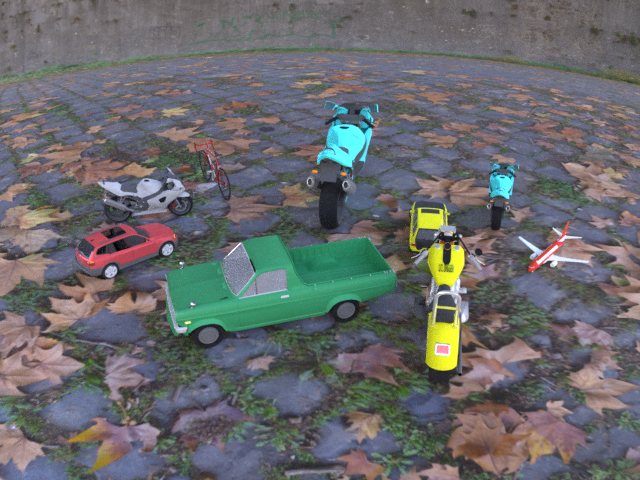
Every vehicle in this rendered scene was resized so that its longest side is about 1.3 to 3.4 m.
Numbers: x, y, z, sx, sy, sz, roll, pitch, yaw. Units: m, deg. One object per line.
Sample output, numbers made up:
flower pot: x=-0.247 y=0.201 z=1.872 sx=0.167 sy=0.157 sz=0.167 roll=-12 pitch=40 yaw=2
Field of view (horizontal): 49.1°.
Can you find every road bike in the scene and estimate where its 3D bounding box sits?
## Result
road bike: x=-1.966 y=-1.333 z=12.957 sx=0.358 sy=0.852 sz=1.545 roll=-15 pitch=33 yaw=-25

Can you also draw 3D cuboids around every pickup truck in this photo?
pickup truck: x=-0.551 y=0.532 z=9.566 sx=3.117 sy=0.993 sz=1.244 roll=-9 pitch=31 yaw=-15

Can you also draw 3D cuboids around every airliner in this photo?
airliner: x=3.559 y=0.115 z=10.859 sx=1.161 sy=0.429 sz=1.307 roll=24 pitch=37 yaw=35

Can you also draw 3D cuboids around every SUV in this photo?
SUV: x=-2.974 y=0.063 z=10.797 sx=1.572 sy=0.580 sz=0.656 roll=-24 pitch=38 yaw=-35

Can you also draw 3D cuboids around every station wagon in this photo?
station wagon: x=1.797 y=-0.285 z=11.512 sx=0.682 sy=0.473 sz=1.597 roll=4 pitch=30 yaw=7

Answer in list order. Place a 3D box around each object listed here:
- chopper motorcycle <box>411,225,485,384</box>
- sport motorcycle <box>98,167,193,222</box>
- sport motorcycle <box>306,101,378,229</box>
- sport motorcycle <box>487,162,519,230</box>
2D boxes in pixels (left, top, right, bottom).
chopper motorcycle: x=1.623 y=0.525 z=9.090 sx=0.906 sy=1.480 sz=3.040 roll=5 pitch=30 yaw=8
sport motorcycle: x=-2.953 y=-0.732 z=11.942 sx=1.520 sy=0.821 sz=0.506 roll=-6 pitch=30 yaw=-11
sport motorcycle: x=0.409 y=-1.402 z=12.330 sx=0.983 sy=1.596 sz=2.955 roll=6 pitch=30 yaw=10
sport motorcycle: x=3.094 y=-0.787 z=12.037 sx=0.506 sy=0.821 sz=1.520 roll=8 pitch=31 yaw=13
